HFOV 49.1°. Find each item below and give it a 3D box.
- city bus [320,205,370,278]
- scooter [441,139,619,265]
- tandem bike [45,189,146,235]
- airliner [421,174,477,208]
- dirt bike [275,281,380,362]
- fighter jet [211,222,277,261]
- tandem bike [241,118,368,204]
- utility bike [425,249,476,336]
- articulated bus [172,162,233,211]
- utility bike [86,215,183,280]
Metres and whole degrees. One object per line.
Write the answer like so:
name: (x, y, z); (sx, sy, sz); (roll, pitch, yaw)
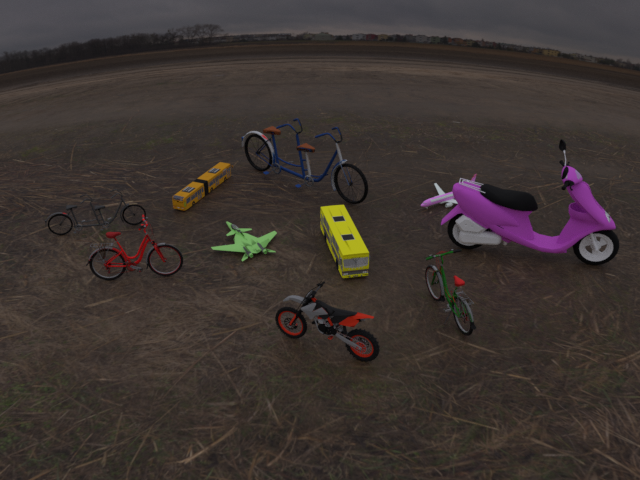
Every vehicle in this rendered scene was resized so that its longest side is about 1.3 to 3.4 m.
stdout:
city bus: (0.369, 0.012, 11.175); (0.476, 0.460, 1.674); (-6, 30, -10)
scooter: (3.279, -0.531, 10.786); (2.721, 1.786, 1.288); (7, 30, 13)
tandem bike: (-3.789, -0.466, 11.804); (1.642, 0.682, 0.283); (-8, 30, -15)
airliner: (2.371, -0.885, 12.814); (1.307, 0.429, 1.161); (-16, 33, -27)
dirt bike: (0.071, 1.043, 8.918); (1.493, 0.857, 0.527); (14, 32, 24)
fighter jet: (-1.291, -0.106, 11.564); (1.147, 0.286, 1.358); (-15, 33, -25)
tandem bike: (-0.362, -1.630, 13.231); (3.192, 1.326, 0.550); (22, 36, 34)
utility bike: (1.721, 0.658, 9.517); (0.535, 0.946, 1.435); (-9, 30, -16)
articulated bus: (-2.199, -1.031, 13.220); (0.311, 0.289, 1.749); (11, 31, 20)
utility bike: (-2.789, 0.130, 10.463); (1.435, 0.946, 0.535); (-4, 29, -7)
